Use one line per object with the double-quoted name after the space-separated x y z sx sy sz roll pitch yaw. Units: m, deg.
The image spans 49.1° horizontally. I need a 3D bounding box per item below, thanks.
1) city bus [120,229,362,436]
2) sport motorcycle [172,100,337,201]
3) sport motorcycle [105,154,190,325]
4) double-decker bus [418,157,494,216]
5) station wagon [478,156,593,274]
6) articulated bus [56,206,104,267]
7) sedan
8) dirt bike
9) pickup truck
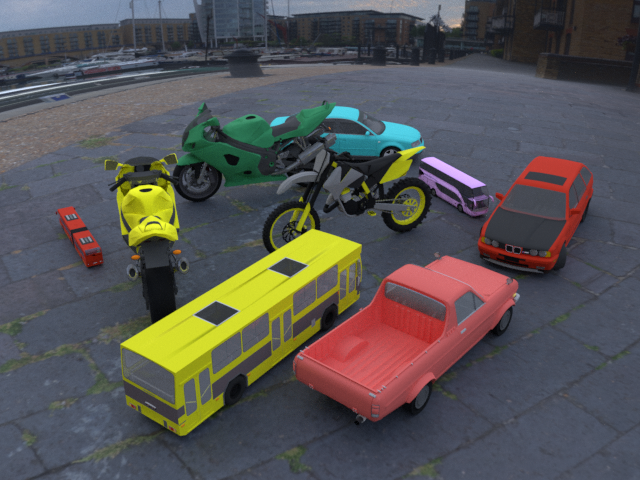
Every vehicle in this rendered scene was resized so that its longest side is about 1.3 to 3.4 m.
-0.725 0.938 8.054 0.926 0.894 3.255 18 32 31 "city bus"
-1.113 -1.560 12.161 2.955 1.596 0.983 -9 29 -18 "sport motorcycle"
-2.243 -0.096 9.304 0.983 1.596 2.955 -8 28 -14 "sport motorcycle"
2.298 -0.919 12.068 0.389 0.541 1.672 -13 30 -24 "double-decker bus"
3.422 -0.522 10.876 1.327 0.920 3.105 14 30 26 "station wagon"
-3.676 -0.074 10.694 0.311 0.289 1.749 -15 31 -27 "articulated bus"
0.512 -2.135 14.004 3.137 0.940 1.235 2 27 4 "sedan"
0.478 -0.667 10.341 2.903 1.666 1.024 -14 30 -25 "dirt bike"
1.102 0.932 7.958 1.244 0.993 3.117 21 34 35 "pickup truck"
